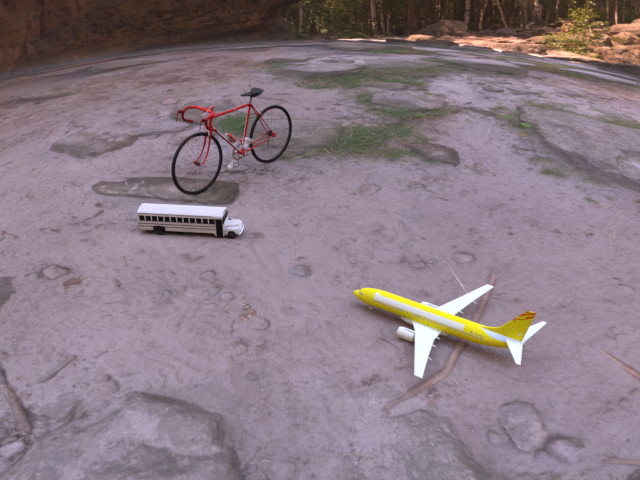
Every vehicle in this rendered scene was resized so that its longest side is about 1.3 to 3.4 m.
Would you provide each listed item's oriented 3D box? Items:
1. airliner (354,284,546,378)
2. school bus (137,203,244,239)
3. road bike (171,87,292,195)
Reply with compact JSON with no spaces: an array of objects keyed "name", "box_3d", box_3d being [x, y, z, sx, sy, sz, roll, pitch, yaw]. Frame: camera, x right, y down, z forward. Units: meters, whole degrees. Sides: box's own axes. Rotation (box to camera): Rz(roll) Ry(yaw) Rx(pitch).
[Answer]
[{"name":"airliner","box_3d":[1.531,0.881,9.058,2.541,0.835,2.257,19,35,28]},{"name":"school bus","box_3d":[-2.113,-0.323,11.473,1.708,0.434,0.365,3,31,5]},{"name":"road bike","box_3d":[-1.569,-1.924,12.970,0.696,1.656,3.004,24,39,35]}]
